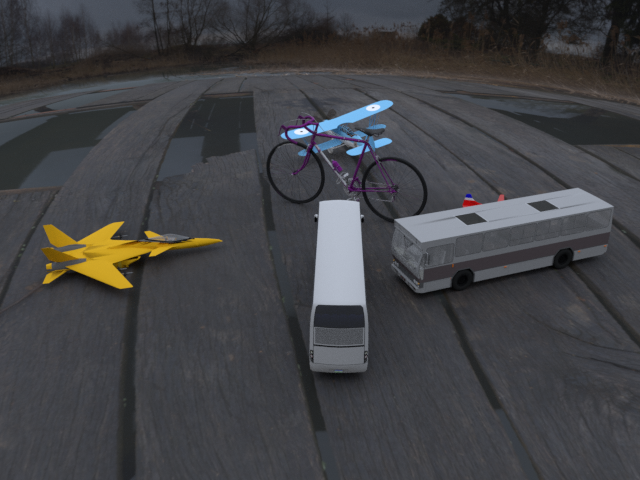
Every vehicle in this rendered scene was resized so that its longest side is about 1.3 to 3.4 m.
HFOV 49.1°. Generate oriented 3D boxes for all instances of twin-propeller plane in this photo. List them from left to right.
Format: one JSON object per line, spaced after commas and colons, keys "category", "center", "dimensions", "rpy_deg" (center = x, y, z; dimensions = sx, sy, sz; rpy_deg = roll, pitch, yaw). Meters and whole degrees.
{"category": "twin-propeller plane", "center": [2.971, -0.549, 11.876], "dimensions": [1.095, 0.407, 1.370], "rpy_deg": [7, 27, 13]}

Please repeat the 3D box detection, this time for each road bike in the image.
{"category": "road bike", "center": [0.392, -1.224, 11.830], "dimensions": [3.004, 1.656, 0.697], "rpy_deg": [12, 29, 23]}

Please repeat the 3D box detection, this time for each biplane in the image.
{"category": "biplane", "center": [0.532, -2.134, 14.411], "dimensions": [2.598, 0.981, 2.120], "rpy_deg": [-14, 30, -25]}

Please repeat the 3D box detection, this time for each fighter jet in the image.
{"category": "fighter jet", "center": [-2.788, 0.032, 10.542], "dimensions": [2.640, 0.557, 2.229], "rpy_deg": [-8, 28, -15]}

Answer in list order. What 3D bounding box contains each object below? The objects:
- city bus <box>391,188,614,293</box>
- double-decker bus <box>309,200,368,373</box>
{"category": "city bus", "center": [2.673, 0.003, 10.224], "dimensions": [3.255, 0.894, 0.926], "rpy_deg": [-10, 28, -19]}
{"category": "double-decker bus", "center": [0.249, 0.442, 9.168], "dimensions": [0.756, 1.052, 3.251], "rpy_deg": [1, 27, 1]}
